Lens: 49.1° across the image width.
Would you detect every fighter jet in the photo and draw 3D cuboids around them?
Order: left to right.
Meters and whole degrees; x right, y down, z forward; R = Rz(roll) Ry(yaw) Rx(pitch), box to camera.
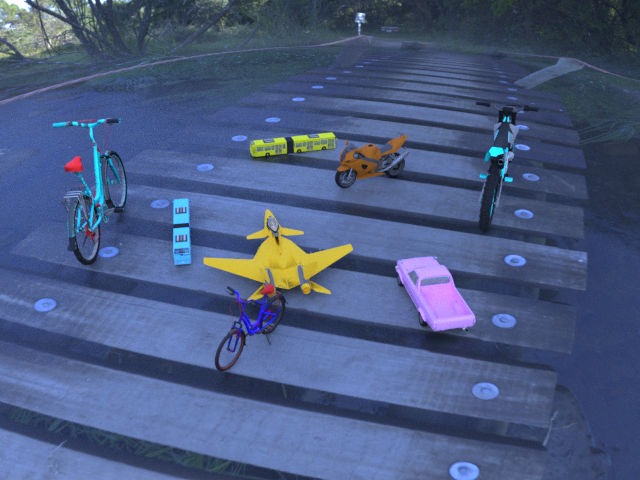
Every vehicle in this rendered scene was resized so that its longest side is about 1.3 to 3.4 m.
[{"bbox_3d":[-0.646,-0.013,10.538,2.229,0.557,2.640,-5,30,-9],"label":"fighter jet"}]

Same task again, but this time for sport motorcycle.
[{"bbox_3d":[0.940,-1.444,12.763,1.520,0.821,0.506,-16,33,-25],"label":"sport motorcycle"}]

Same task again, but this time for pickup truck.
[{"bbox_3d":[1.521,0.665,9.404,0.640,0.511,1.603,-6,30,-10],"label":"pickup truck"}]

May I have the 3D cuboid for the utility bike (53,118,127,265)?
[{"bbox_3d":[-3.548,-0.875,10.753,1.039,1.839,2.791,0,30,1],"label":"utility bike"}]

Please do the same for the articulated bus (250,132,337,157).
[{"bbox_3d":[-0.531,-1.926,14.137,1.749,0.289,0.311,-8,31,-14],"label":"articulated bus"}]

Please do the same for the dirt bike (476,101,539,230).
[{"bbox_3d":[3.023,-1.401,11.841,1.024,1.666,2.903,10,31,17],"label":"dirt bike"}]

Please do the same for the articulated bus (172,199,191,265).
[{"bbox_3d":[-2.180,-0.160,11.063,0.311,0.289,1.749,-5,30,-9],"label":"articulated bus"}]

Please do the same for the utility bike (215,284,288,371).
[{"bbox_3d":[-0.772,0.953,8.467,0.535,0.946,1.435,18,34,28],"label":"utility bike"}]
